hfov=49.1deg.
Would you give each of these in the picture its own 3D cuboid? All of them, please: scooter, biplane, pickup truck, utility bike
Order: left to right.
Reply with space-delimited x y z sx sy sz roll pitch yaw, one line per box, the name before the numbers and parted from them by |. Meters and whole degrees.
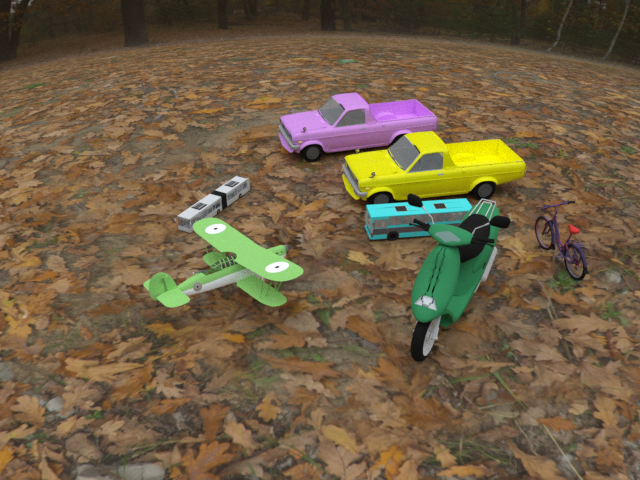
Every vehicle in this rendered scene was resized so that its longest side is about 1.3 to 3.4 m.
biplane | -1.296 0.416 9.414 2.120 0.981 2.598 -20 36 -29
pickup truck | 0.750 -2.366 14.011 3.117 0.993 1.244 -9 32 -14
pickup truck | 1.977 -1.318 12.275 3.117 0.993 1.244 -7 32 -11
scooter | 1.777 0.210 8.975 1.288 1.786 2.721 16 35 25
utility bike | 3.491 -0.046 10.213 0.535 0.946 1.435 -8 32 -12

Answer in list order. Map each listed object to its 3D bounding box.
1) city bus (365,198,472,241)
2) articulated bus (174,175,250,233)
city bus | 1.573 -0.318 11.133 1.674 0.460 0.476 -4 31 -7
articulated bus | -1.773 -0.629 11.815 0.311 0.289 1.749 16 35 24
